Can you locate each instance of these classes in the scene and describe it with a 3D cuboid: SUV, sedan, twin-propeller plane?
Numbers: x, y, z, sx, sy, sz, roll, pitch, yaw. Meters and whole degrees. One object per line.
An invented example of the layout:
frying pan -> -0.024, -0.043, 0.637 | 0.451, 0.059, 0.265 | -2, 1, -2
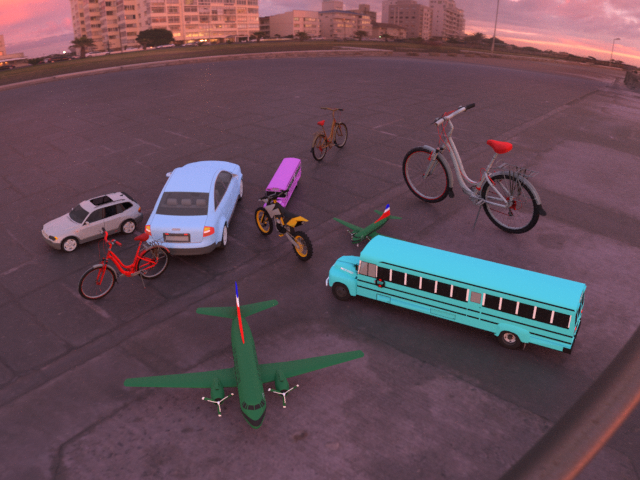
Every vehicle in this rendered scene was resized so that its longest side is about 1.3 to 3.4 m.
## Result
SUV -> -3.619, -0.329, 11.140 | 1.572, 0.580, 0.656 | -20, 34, -33
sedan -> -2.002, -0.732, 11.513 | 1.235, 0.940, 3.137 | 1, 28, 3
twin-propeller plane -> -0.845, 1.279, 7.911 | 2.663, 0.792, 2.129 | -5, 29, -10
twin-propeller plane -> 0.825, -0.228, 11.135 | 1.370, 0.407, 1.095 | 20, 34, 32

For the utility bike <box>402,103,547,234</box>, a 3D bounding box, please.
utility bike -> 2.392, -1.145, 11.332 | 2.791, 1.839, 1.039 | 25, 37, 38

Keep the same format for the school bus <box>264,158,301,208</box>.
school bus -> -0.663, -0.961, 12.476 | 0.365, 0.434, 1.708 | 5, 28, 8

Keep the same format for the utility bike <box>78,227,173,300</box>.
utility bike -> -2.640, 0.284, 9.607 | 1.435, 0.946, 0.535 | -22, 35, -35

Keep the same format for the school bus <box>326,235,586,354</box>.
school bus -> 1.644, 0.627, 9.075 | 3.322, 0.844, 0.709 | 14, 31, 24

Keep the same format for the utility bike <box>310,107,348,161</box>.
utility bike -> 0.152, -2.202, 14.255 | 0.535, 0.946, 1.435 | 16, 32, 28

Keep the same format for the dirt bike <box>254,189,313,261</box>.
dirt bike -> -0.589, -0.272, 10.741 | 0.527, 0.857, 1.493 | -20, 34, -33
